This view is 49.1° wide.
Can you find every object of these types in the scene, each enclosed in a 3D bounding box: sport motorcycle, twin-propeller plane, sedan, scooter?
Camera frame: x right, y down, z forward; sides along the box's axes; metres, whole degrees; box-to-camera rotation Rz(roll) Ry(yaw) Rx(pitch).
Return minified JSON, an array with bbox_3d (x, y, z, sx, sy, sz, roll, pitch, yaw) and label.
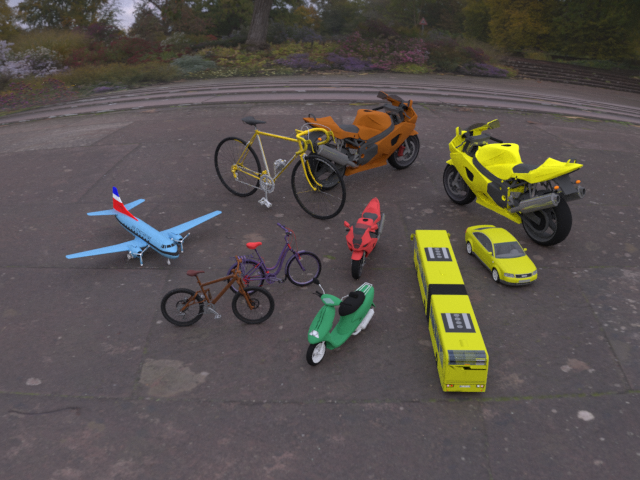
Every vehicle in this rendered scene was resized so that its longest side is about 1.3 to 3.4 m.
[{"bbox_3d":[3.120,-1.015,11.825,0.983,1.596,2.955,-15,29,-28],"label":"sport motorcycle"},{"bbox_3d":[0.692,-0.040,10.671,0.506,0.821,1.520,7,26,13],"label":"sport motorcycle"},{"bbox_3d":[-2.811,-0.227,11.099,2.663,0.792,2.129,-20,32,-36],"label":"twin-propeller plane"},{"bbox_3d":[2.737,0.164,10.634,0.635,0.483,1.613,-5,26,-11],"label":"sedan"},{"bbox_3d":[0.881,-1.955,13.812,2.955,1.596,0.983,-18,30,-33],"label":"sport motorcycle"},{"bbox_3d":[0.272,0.891,8.589,0.662,0.919,1.399,18,31,33],"label":"scooter"}]

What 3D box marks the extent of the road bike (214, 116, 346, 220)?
[{"bbox_3d":[-0.788,-1.354,12.472,3.004,1.656,0.696,17,30,32],"label":"road bike"}]

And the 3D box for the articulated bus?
[{"bbox_3d":[1.649,0.779,9.243,0.605,0.561,3.401,1,25,1],"label":"articulated bus"}]

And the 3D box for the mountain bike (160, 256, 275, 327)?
[{"bbox_3d":[-1.323,0.721,9.008,1.469,0.868,0.573,-1,25,-3],"label":"mountain bike"}]

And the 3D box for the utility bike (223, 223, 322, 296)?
[{"bbox_3d":[-0.677,0.272,9.866,1.435,0.946,0.535,-8,27,-17],"label":"utility bike"}]
